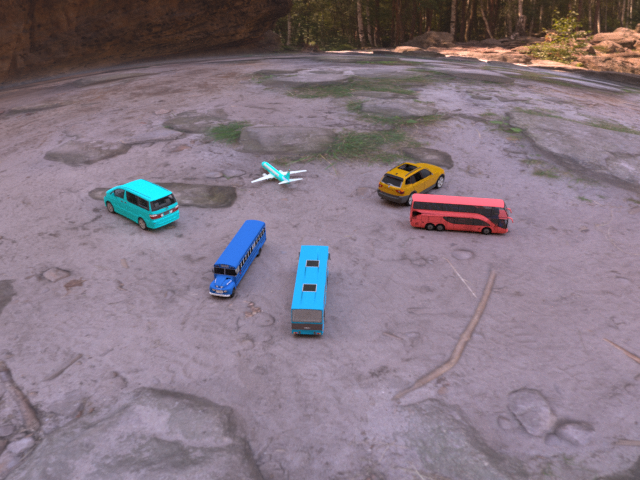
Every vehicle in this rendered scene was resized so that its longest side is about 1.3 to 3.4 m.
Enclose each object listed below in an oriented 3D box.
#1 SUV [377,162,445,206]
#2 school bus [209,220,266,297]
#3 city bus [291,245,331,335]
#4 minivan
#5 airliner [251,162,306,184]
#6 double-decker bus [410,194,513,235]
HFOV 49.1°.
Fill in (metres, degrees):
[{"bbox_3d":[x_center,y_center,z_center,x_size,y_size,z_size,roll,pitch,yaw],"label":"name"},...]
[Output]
[{"bbox_3d":[1.696,-1.133,12.864,0.656,0.580,1.572,22,36,34],"label":"SUV"},{"bbox_3d":[-1.221,0.264,10.495,0.365,0.434,1.708,7,30,12],"label":"school bus"},{"bbox_3d":[-0.120,0.681,9.716,0.476,0.460,1.674,2,29,3],"label":"city bus"},{"bbox_3d":[-3.102,-0.686,12.022,1.548,0.616,0.681,23,37,36],"label":"minivan"},{"bbox_3d":[-0.846,-1.363,13.434,1.161,0.429,1.307,-15,32,-25],"label":"airliner"},{"bbox_3d":[2.341,-0.431,11.638,1.672,0.541,0.389,4,29,8],"label":"double-decker bus"}]
